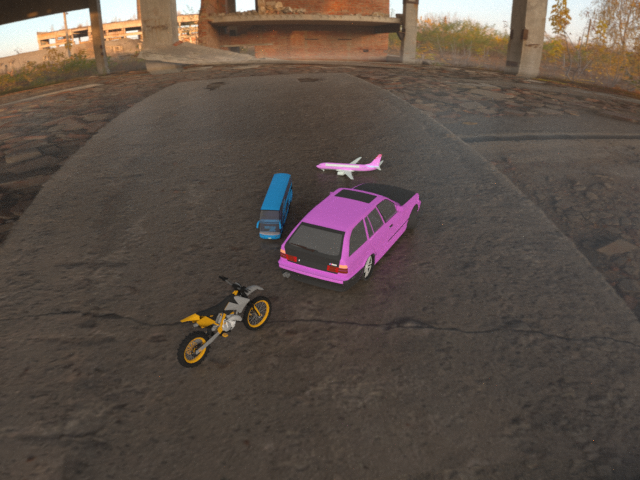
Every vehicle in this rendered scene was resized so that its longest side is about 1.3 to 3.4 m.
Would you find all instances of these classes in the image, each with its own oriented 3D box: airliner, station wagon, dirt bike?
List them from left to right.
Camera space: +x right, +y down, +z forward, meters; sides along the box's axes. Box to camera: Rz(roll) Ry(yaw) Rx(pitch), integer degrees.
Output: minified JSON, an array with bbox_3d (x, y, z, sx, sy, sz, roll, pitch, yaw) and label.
[{"bbox_3d":[-1.154,0.949,8.567,0.527,0.857,1.493,23,36,37],"label":"dirt bike"},{"bbox_3d":[0.570,-1.509,13.662,1.307,0.429,1.161,5,28,9],"label":"airliner"},{"bbox_3d":[0.576,-0.301,10.858,1.327,0.920,3.105,14,31,24],"label":"station wagon"}]

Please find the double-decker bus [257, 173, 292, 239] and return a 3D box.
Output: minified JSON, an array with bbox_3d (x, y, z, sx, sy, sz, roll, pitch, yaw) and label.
[{"bbox_3d":[-0.733,-0.568,11.767,0.389,0.541,1.672,2,28,5],"label":"double-decker bus"}]
